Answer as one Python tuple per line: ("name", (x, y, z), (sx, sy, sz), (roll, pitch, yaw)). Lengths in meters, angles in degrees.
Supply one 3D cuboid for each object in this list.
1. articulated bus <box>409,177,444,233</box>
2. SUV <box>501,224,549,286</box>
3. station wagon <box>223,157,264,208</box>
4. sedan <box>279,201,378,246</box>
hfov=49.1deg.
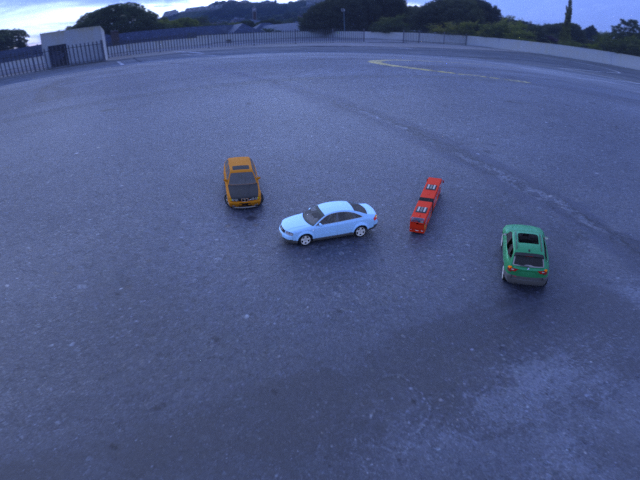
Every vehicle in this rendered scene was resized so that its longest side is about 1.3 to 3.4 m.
("articulated bus", (1.831, -0.617, 12.013), (0.311, 0.289, 1.749), (9, 30, 15))
("SUV", (3.038, 0.130, 10.370), (0.656, 0.580, 1.572), (6, 30, 10))
("station wagon", (-1.419, -1.083, 12.661), (0.682, 0.473, 1.597), (-5, 29, -8))
("sedan", (0.133, -0.322, 11.282), (1.613, 0.483, 0.635), (-9, 30, -16))
